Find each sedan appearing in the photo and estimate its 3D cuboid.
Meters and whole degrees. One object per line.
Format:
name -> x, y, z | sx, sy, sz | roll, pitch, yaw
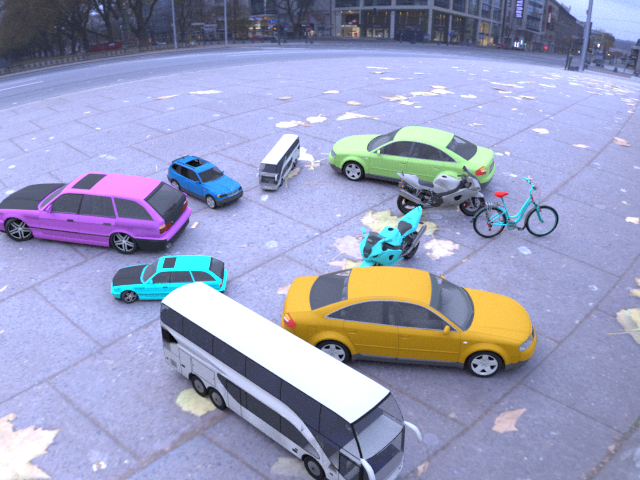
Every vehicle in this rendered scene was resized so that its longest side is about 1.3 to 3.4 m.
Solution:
sedan -> 1.083, 0.903, 8.650 | 3.137, 0.940, 1.235 | 3, 30, 6
sedan -> 1.680, -1.593, 13.070 | 3.137, 0.940, 1.235 | 12, 31, 20

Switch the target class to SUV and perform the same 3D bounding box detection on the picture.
SUV -> -2.073, -1.074, 12.518 | 1.572, 0.580, 0.656 | 23, 37, 35

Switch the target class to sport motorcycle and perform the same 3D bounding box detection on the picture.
sport motorcycle -> 2.032, -0.786, 11.763 | 1.520, 0.821, 0.506 | 1, 29, 2
sport motorcycle -> 1.035, 0.098, 10.198 | 0.506, 0.821, 1.520 | 21, 36, 33

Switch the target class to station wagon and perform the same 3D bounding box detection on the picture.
station wagon -> -2.120, 0.514, 9.814 | 1.597, 0.473, 0.682 | -1, 29, -2
station wagon -> -3.690, -0.543, 11.231 | 3.105, 0.920, 1.327 | 6, 30, 11

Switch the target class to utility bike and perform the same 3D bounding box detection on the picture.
utility bike -> 3.096, -0.496, 11.122 | 1.435, 0.946, 0.535 | -1, 29, -2

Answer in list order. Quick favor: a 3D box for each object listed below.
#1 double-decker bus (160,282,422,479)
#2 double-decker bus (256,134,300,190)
double-decker bus -> -0.471, 1.525, 7.436 | 3.251, 1.052, 0.756 | 24, 37, 36
double-decker bus -> -0.760, -1.472, 13.263 | 0.389, 0.541, 1.672 | 7, 30, 12
